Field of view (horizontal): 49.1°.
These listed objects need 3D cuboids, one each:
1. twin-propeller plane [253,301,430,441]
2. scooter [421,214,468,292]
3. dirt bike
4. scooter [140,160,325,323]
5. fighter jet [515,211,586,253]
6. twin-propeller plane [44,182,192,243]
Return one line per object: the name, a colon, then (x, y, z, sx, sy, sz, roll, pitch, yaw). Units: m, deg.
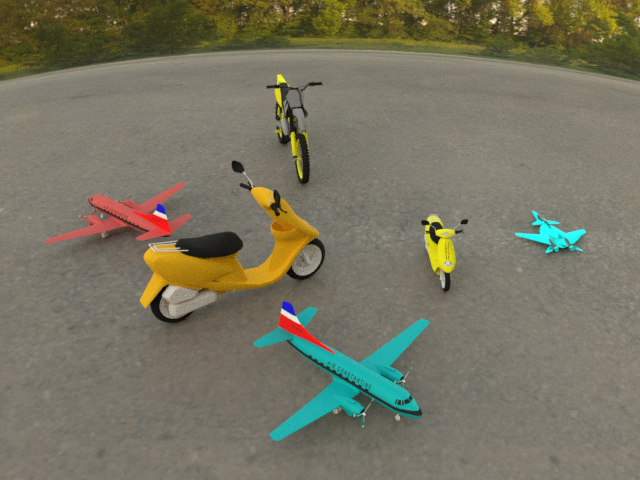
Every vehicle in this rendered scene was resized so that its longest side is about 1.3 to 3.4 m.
twin-propeller plane: (0.282, 1.370, 7.889, 2.129, 0.792, 2.663, 24, 38, 36)
scooter: (1.729, 0.037, 10.085, 0.662, 0.919, 1.399, -1, 30, -2)
dirt bike: (-0.535, -2.273, 13.359, 1.024, 1.666, 2.903, -6, 30, -11)
scooter: (-1.088, 0.042, 9.204, 2.721, 1.786, 1.288, -17, 34, -27)
fighter jet: (3.657, -0.233, 11.190, 1.147, 0.286, 1.358, -3, 30, -5)
twin-propeller plane: (-3.056, -0.469, 11.093, 2.129, 0.792, 2.663, 23, 37, 34)
